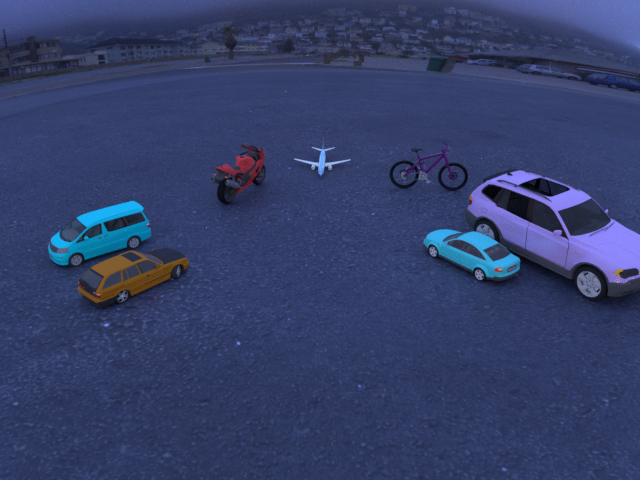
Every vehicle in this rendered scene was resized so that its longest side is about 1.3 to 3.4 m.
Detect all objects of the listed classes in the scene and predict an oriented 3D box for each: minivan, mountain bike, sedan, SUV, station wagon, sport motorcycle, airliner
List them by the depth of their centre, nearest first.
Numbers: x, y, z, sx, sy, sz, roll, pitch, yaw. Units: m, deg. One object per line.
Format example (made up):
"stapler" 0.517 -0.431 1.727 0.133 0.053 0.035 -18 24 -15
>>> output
"station wagon" -2.641 0.430 10.027 0.682 0.473 1.597 22 34 37
"SUV" 3.601 -0.193 10.539 1.276 1.128 3.058 -18 32 -32
"sedan" 2.269 0.141 10.592 0.635 0.483 1.613 -20 33 -34
"minivan" -3.459 -0.113 10.951 1.548 0.616 0.681 -20 33 -34
"sport motorcycle" -1.447 -1.239 12.963 0.506 0.821 1.520 14 30 25
"mountain bike" 2.048 -1.353 13.137 1.469 0.868 0.573 3 27 7
"airliner" 0.042 -1.685 14.285 1.161 0.429 1.307 1 27 2
